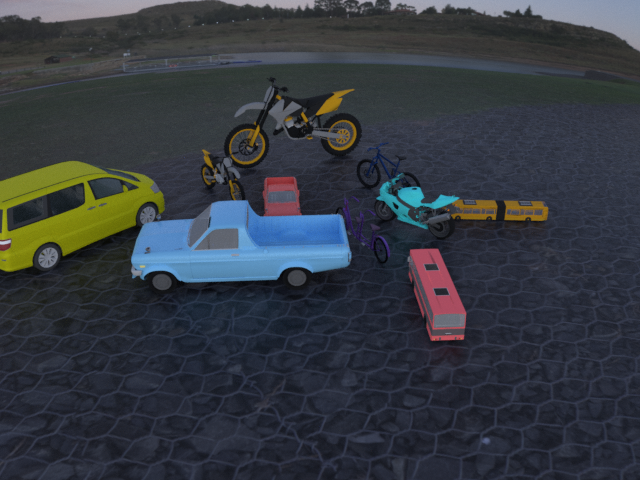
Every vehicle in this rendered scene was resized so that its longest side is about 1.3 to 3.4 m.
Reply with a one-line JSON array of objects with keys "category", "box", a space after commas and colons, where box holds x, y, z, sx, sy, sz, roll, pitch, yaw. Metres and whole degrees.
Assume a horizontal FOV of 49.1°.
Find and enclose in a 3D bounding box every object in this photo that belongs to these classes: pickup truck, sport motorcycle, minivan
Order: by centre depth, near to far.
[{"category": "pickup truck", "box": [-1.121, 0.020, 10.072, 3.117, 0.993, 1.244, -2, 28, -3]}, {"category": "minivan", "box": [-3.871, -0.552, 10.943, 1.324, 1.197, 3.011, 21, 34, 34]}, {"category": "sport motorcycle", "box": [1.536, -0.541, 11.325, 1.520, 0.821, 0.506, 19, 33, 32]}, {"category": "pickup truck", "box": [-0.657, -0.711, 11.982, 0.640, 0.511, 1.603, -2, 28, -4]}]

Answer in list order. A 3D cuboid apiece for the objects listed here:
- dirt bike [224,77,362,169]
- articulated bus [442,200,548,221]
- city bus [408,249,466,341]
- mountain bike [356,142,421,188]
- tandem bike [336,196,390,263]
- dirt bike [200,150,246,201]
[{"category": "dirt bike", "box": [-0.494, -2.313, 13.790, 2.903, 1.666, 1.024, -10, 29, -19]}, {"category": "articulated bus", "box": [2.935, -0.504, 11.828, 1.749, 0.289, 0.311, 1, 28, 3]}, {"category": "city bus", "box": [1.529, 0.713, 9.324, 0.476, 0.460, 1.674, -2, 28, -3]}, {"category": "mountain bike", "box": [1.223, -1.214, 12.557, 1.469, 0.868, 0.573, 24, 36, 38]}, {"category": "tandem bike", "box": [0.638, -0.210, 10.844, 0.283, 0.682, 1.642, -13, 31, -24]}, {"category": "dirt bike", "box": [-1.747, -1.172, 12.488, 0.527, 0.857, 1.493, -19, 33, -32]}]
